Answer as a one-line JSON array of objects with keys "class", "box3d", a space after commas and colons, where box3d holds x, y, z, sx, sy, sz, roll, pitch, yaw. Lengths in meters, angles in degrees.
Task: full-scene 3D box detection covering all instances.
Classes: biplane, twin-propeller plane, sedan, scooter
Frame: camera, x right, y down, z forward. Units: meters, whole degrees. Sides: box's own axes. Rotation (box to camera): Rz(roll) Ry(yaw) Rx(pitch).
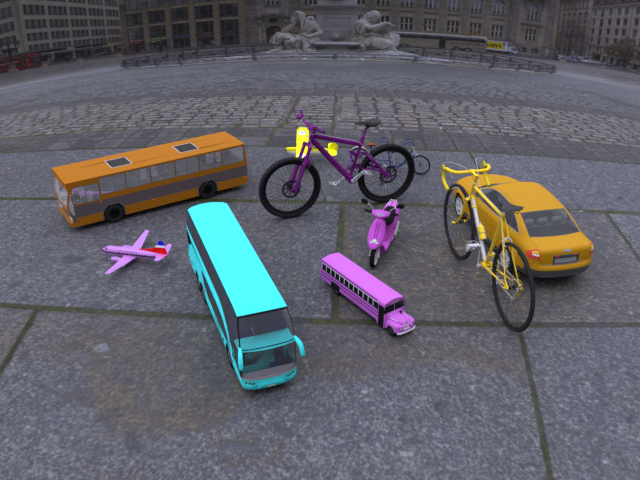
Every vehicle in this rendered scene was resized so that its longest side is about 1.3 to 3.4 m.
[{"class": "biplane", "box3d": [-0.188, -1.792, 13.998, 1.090, 0.504, 1.336, 0, 29, 0]}, {"class": "twin-propeller plane", "box3d": [-2.815, 0.147, 10.576, 1.095, 0.407, 1.370, 6, 29, 11]}, {"class": "sedan", "box3d": [3.109, -0.436, 11.082, 1.235, 0.940, 3.137, -6, 29, -11]}, {"class": "scooter", "box3d": [0.984, -0.248, 10.762, 0.662, 0.919, 1.399, 10, 30, 17]}]

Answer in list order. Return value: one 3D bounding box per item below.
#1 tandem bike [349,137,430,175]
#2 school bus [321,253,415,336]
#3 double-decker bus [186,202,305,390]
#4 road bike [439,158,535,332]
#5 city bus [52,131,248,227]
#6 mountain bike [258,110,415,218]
[{"class": "tandem bike", "box3d": [1.341, -1.666, 13.585, 1.642, 0.682, 0.283, 10, 30, 17]}, {"class": "school bus", "box3d": [0.634, 0.721, 9.505, 0.365, 0.434, 1.708, -19, 34, -30]}, {"class": "double-decker bus", "box3d": [-1.086, 0.627, 9.035, 0.756, 1.052, 3.251, -10, 30, -18]}, {"class": "road bike", "box3d": [2.278, -0.052, 9.643, 0.697, 1.656, 3.004, -6, 29, -10]}, {"class": "city bus", "box3d": [-2.901, -1.077, 12.295, 3.255, 0.894, 0.926, -18, 33, -29]}, {"class": "mountain bike", "box3d": [0.328, -1.281, 11.842, 2.857, 1.688, 1.114, -10, 30, -17]}]
